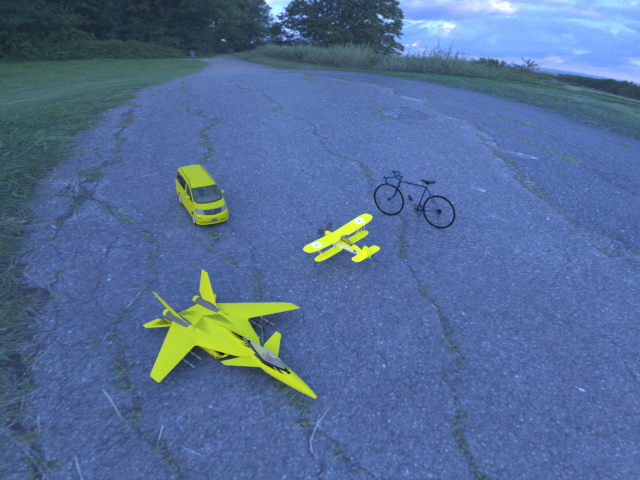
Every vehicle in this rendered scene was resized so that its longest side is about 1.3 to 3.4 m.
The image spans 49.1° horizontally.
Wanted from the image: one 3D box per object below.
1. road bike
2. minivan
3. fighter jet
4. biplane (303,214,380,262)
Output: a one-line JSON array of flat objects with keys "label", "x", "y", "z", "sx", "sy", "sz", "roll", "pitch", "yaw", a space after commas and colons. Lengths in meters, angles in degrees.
[{"label": "road bike", "x": 1.598, "y": -0.700, "z": 11.919, "sx": 1.545, "sy": 0.852, "sz": 0.358, "roll": 17, "pitch": 31, "yaw": 29}, {"label": "minivan", "x": -2.104, "y": -0.804, "z": 12.382, "sx": 0.681, "sy": 0.616, "sz": 1.548, "roll": -12, "pitch": 29, "yaw": -22}, {"label": "fighter jet", "x": -0.974, "y": 1.183, "z": 8.550, "sx": 2.640, "sy": 0.557, "sz": 2.229, "roll": 24, "pitch": 36, "yaw": 39}, {"label": "biplane", "x": 0.393, "y": 0.071, "z": 10.788, "sx": 1.336, "sy": 0.504, "sz": 1.090, "roll": -21, "pitch": 34, "yaw": -35}]
